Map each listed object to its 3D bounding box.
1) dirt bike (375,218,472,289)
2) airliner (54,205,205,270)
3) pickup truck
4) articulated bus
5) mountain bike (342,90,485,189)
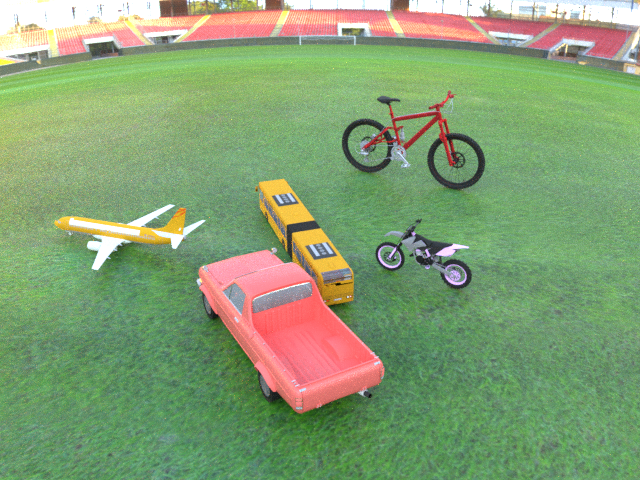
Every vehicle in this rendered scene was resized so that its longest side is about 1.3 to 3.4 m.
[{"bbox_3d":[1.491,0.200,10.135,1.493,0.857,0.527,15,32,25],"label":"dirt bike"},{"bbox_3d":[-3.171,-0.294,11.063,2.541,0.835,2.257,9,30,16],"label":"airliner"},{"bbox_3d":[-0.489,0.937,8.643,1.244,0.993,3.117,-15,32,-25],"label":"pickup truck"},{"bbox_3d":[-0.304,-0.072,10.942,0.605,0.561,3.401,-9,30,-17],"label":"articulated bus"},{"bbox_3d":[1.713,-1.901,13.118,2.857,1.688,1.114,14,31,23],"label":"mountain bike"}]
